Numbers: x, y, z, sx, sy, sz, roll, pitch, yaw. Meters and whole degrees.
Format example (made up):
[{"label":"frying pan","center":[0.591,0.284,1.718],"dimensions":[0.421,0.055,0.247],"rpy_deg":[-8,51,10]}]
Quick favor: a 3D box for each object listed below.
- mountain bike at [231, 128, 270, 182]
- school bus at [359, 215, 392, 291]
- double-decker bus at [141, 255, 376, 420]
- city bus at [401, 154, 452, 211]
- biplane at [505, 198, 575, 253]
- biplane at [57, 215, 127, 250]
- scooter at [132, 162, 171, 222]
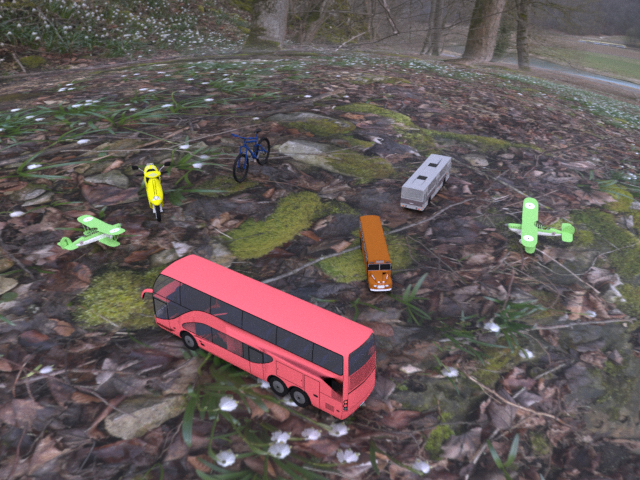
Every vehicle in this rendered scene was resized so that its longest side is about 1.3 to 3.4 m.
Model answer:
[{"label":"mountain bike","center":[-1.338,-1.727,13.726],"dimensions":[0.573,0.868,1.469],"rpy_deg":[12,32,20]},{"label":"school bus","center":[0.848,0.196,10.804],"dimensions":[0.365,0.434,1.708],"rpy_deg":[-1,30,-2]},{"label":"double-decker bus","center":[-0.817,1.086,8.628],"dimensions":[3.251,1.052,0.756],"rpy_deg":[20,35,31]},{"label":"city bus","center":[1.983,-1.066,12.984],"dimensions":[0.476,0.460,1.674],"rpy_deg":[14,33,22]},{"label":"biplane","center":[3.547,-0.155,11.348],"dimensions":[1.090,0.504,1.336],"rpy_deg":[7,31,13]},{"label":"biplane","center":[-3.635,-0.066,11.192],"dimensions":[1.090,0.504,1.336],"rpy_deg":[-26,39,-38]},{"label":"scooter","center":[-2.949,-0.991,12.390],"dimensions":[0.662,0.919,1.399],"rpy_deg":[-8,31,-14]}]
